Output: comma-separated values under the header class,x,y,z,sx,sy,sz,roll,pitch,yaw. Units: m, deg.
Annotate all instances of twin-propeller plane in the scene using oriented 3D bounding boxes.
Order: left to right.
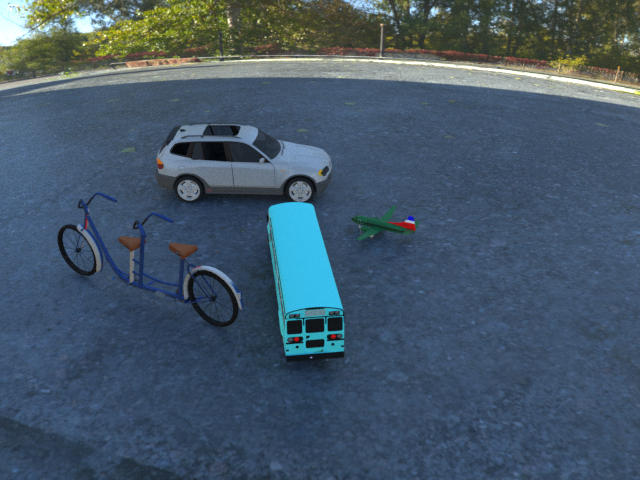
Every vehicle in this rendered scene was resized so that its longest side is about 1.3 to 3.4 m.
class,x,y,z,sx,sy,sz,roll,pitch,yaw
twin-propeller plane,0.970,-0.279,10.805,1.095,0.407,1.370,15,31,25

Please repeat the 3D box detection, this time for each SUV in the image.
class,x,y,z,sx,sy,sz,roll,pitch,yaw
SUV,-1.306,-1.384,12.130,3.058,1.128,1.276,1,28,1

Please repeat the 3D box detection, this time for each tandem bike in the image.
class,x,y,z,sx,sy,sz,roll,pitch,yaw
tandem bike,-2.282,0.199,8.910,3.192,1.326,0.550,16,32,27

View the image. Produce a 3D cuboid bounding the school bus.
class,x,y,z,sx,sy,sz,roll,pitch,yaw
school bus,-0.267,0.347,9.146,0.709,0.844,3.322,-3,28,-7
